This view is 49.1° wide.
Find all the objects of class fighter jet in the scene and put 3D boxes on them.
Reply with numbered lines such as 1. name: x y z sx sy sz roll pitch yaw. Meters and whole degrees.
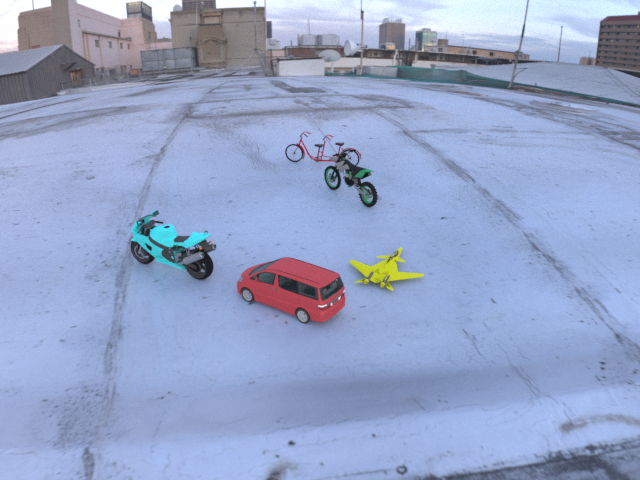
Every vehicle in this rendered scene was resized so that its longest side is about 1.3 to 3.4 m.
1. fighter jet: 1.023 0.308 10.436 1.147 0.286 1.358 11 28 21

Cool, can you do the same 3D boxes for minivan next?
1. minivan: -0.421 0.602 9.449 1.548 0.616 0.681 17 30 31

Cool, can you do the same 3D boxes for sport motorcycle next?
1. sport motorcycle: -2.195 0.091 10.270 1.520 0.821 0.506 13 29 25

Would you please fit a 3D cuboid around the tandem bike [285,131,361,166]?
1. tandem bike: 0.056 -1.877 14.509 1.642 0.682 0.283 7 27 14

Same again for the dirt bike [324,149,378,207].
1. dirt bike: 0.544 -1.171 12.845 0.527 0.857 1.493 -18 31 -33
